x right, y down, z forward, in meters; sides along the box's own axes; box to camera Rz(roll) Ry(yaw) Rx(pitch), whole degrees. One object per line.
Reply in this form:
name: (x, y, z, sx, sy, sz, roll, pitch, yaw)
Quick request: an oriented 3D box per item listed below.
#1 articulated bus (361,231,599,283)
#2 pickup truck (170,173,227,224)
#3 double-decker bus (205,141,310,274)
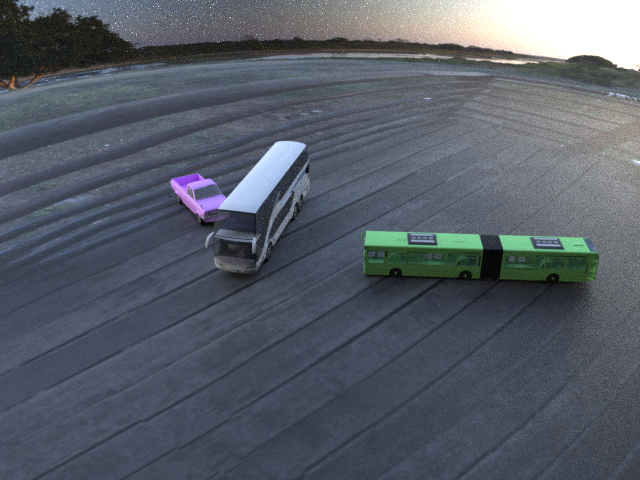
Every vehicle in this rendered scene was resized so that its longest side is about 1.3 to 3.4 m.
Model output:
articulated bus: (2.306, 0.240, 10.356, 3.401, 0.561, 0.605, 2, 28, 3)
pickup truck: (-2.095, -0.802, 12.349, 0.640, 0.511, 1.603, -16, 32, -27)
double-decker bus: (-0.885, -0.586, 11.375, 0.756, 1.052, 3.251, 7, 29, 12)
